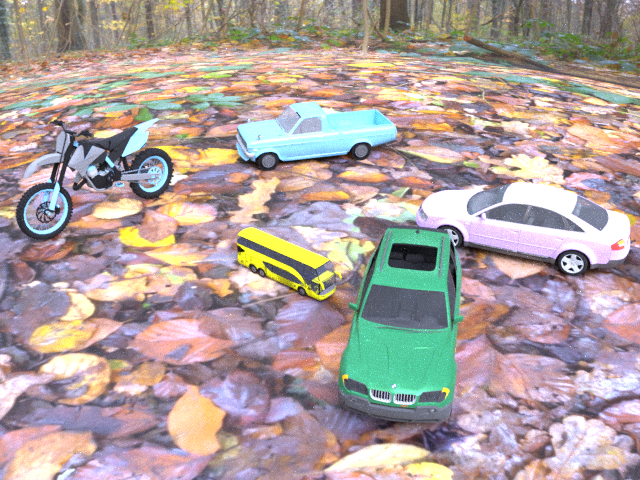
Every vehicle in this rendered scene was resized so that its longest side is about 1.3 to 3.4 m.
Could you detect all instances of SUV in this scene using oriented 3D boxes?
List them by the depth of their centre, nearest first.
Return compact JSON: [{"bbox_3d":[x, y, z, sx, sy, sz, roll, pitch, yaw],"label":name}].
[{"bbox_3d":[1.019,0.831,8.189,1.276,1.128,3.058,6,29,10],"label":"SUV"}]

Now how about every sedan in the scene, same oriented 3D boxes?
[{"bbox_3d":[3.004,-0.326,10.523,3.137,0.940,1.235,12,31,21],"label":"sedan"}]

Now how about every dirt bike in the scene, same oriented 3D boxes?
[{"bbox_3d":[-3.553,-1.117,11.221,1.024,1.666,2.903,22,36,35],"label":"dirt bike"}]

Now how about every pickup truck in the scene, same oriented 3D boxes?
[{"bbox_3d":[-0.089,-2.162,13.856,3.117,0.993,1.244,-8,30,-15],"label":"pickup truck"}]

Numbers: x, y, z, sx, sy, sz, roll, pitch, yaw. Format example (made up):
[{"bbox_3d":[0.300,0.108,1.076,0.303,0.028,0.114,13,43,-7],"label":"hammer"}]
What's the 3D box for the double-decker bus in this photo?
[{"bbox_3d":[-0.470,0.330,9.731,1.672,0.541,0.389,22,35,34],"label":"double-decker bus"}]
